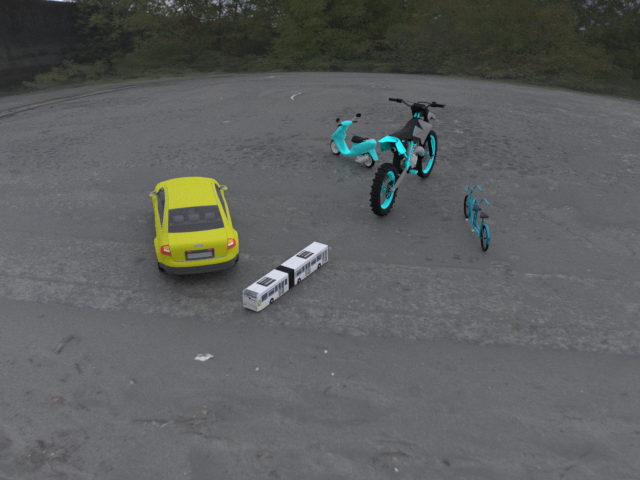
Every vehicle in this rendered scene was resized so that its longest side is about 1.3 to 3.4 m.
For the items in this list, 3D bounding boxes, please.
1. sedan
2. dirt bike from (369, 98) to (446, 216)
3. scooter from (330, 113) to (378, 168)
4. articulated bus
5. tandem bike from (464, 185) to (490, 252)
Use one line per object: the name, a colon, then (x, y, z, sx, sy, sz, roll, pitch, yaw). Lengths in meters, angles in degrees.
sedan: (-1.991, -0.436, 10.860, 1.235, 0.940, 3.137, -6, 27, -12)
dirt bike: (1.544, -1.576, 12.364, 1.024, 1.666, 2.903, 13, 29, 25)
scooter: (0.672, -2.024, 14.131, 0.662, 0.919, 1.399, -20, 32, -34)
articulated bus: (-0.437, 0.481, 9.725, 0.311, 0.289, 1.749, 16, 30, 29)
tandem bike: (2.483, -0.407, 11.095, 0.283, 0.682, 1.642, -1, 26, -2)
